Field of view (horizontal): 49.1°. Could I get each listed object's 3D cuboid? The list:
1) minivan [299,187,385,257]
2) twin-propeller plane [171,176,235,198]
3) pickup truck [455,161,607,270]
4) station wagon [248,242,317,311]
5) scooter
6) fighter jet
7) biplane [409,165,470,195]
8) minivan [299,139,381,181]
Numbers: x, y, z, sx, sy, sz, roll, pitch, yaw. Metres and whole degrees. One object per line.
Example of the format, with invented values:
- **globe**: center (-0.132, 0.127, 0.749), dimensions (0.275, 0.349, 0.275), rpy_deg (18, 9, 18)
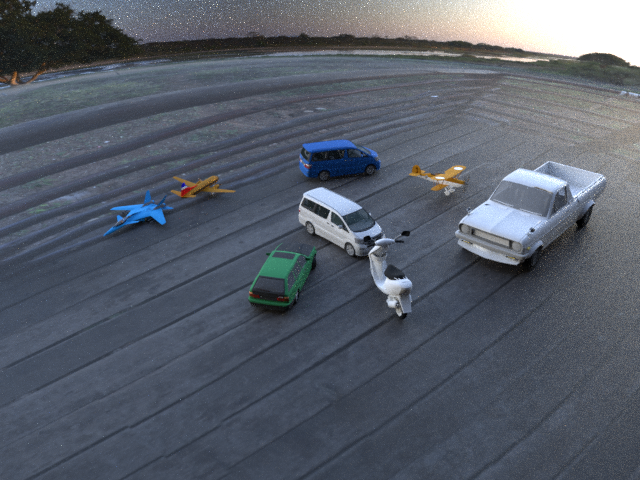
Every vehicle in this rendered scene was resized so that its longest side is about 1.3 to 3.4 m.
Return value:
- **minivan**: center (0.340, -0.293, 10.963), dimensions (0.681, 0.616, 1.548), rpy_deg (-22, 35, -35)
- **twin-propeller plane**: center (-2.135, -0.989, 12.476), dimensions (1.370, 0.407, 1.095), rpy_deg (14, 31, 25)
- **pickup truck**: center (3.418, -0.574, 11.087), dimensions (1.244, 0.993, 3.117), rpy_deg (22, 35, 35)
- **station wagon**: center (-0.490, 0.401, 9.822), dimensions (0.682, 0.473, 1.597), rpy_deg (7, 29, 12)
- **scooter**: center (0.929, 0.390, 9.372), dimensions (0.662, 0.919, 1.399), rpy_deg (-7, 29, -13)
- **fighter jet**: center (-3.092, -0.419, 11.544), dimensions (1.147, 0.286, 1.358), rpy_deg (15, 32, 25)
- **biplane**: center (2.159, -1.112, 12.602), dimensions (1.090, 0.504, 1.336), rpy_deg (16, 32, 27)
- **minivan**: center (0.396, -1.561, 13.321), dimensions (1.548, 0.616, 0.681), rpy_deg (-9, 30, -16)
